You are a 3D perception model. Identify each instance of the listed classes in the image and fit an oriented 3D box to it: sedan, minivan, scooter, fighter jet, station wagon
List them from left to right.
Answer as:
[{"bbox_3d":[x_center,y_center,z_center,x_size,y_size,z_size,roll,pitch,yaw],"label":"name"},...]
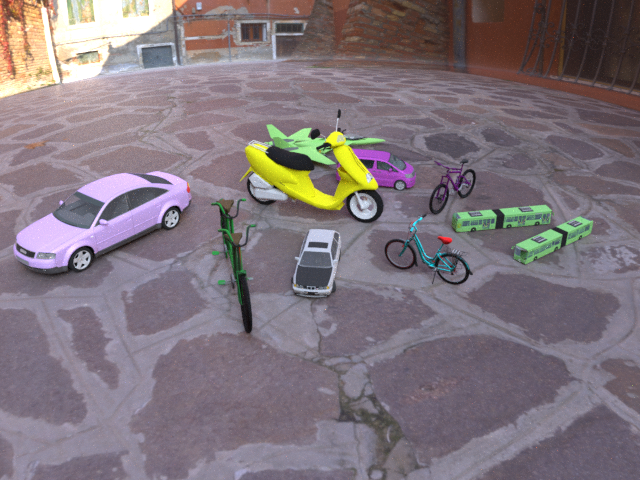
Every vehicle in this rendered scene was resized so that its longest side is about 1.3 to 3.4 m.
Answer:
[{"bbox_3d":[-3.523,-0.441,11.537,1.235,0.940,3.137,21,35,33],"label":"sedan"},{"bbox_3d":[-0.174,-1.286,12.205,2.721,1.786,1.288,11,30,19],"label":"scooter"},{"bbox_3d":[-0.033,0.295,10.673,0.682,0.473,1.597,3,29,6],"label":"station wagon"},{"bbox_3d":[0.176,-2.204,15.177,2.640,0.557,2.229,-7,29,-12],"label":"fighter jet"},{"bbox_3d":[1.095,-1.395,13.629,1.548,0.616,0.681,5,29,10],"label":"minivan"}]

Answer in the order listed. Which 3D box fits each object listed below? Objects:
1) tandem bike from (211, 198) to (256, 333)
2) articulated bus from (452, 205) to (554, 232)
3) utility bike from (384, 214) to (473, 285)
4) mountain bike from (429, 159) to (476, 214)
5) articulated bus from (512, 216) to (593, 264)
[{"bbox_3d":[-1.268,0.058,10.218,0.550,1.326,3.192,-7,29,-12],"label":"tandem bike"},{"bbox_3d":[3.151,-0.372,12.092,1.749,0.289,0.311,-5,29,-10],"label":"articulated bus"},{"bbox_3d":[1.588,0.175,10.399,1.435,0.946,0.535,16,32,27],"label":"utility bike"},{"bbox_3d":[2.429,-1.029,12.693,0.573,0.868,1.469,24,36,36],"label":"mountain bike"},{"bbox_3d":[3.822,-0.012,11.431,1.749,0.289,0.311,-20,34,-32],"label":"articulated bus"}]
